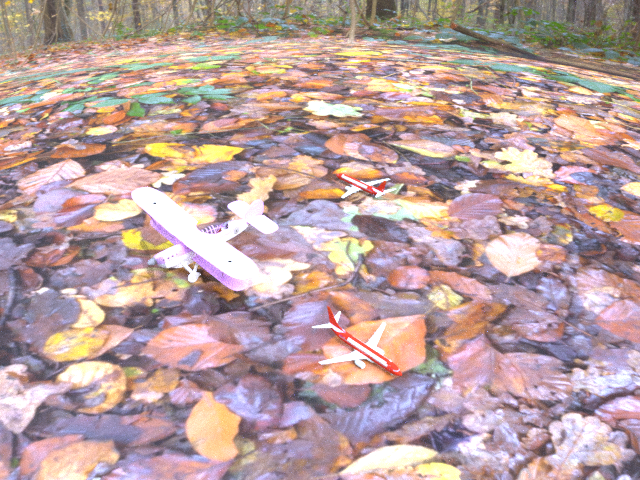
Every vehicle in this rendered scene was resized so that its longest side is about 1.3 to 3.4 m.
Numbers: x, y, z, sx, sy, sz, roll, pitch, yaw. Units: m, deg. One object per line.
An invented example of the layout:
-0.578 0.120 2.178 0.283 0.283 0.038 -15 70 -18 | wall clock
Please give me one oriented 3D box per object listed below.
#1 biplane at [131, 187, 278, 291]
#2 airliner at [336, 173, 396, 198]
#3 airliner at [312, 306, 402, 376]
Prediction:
-1.597 -0.014 10.243 2.598 0.981 2.120 26 39 37 | biplane
0.733 -1.068 12.572 1.161 0.429 1.307 -23 38 -34 | airliner
0.521 1.256 8.635 1.161 0.429 1.307 -26 39 -36 | airliner
